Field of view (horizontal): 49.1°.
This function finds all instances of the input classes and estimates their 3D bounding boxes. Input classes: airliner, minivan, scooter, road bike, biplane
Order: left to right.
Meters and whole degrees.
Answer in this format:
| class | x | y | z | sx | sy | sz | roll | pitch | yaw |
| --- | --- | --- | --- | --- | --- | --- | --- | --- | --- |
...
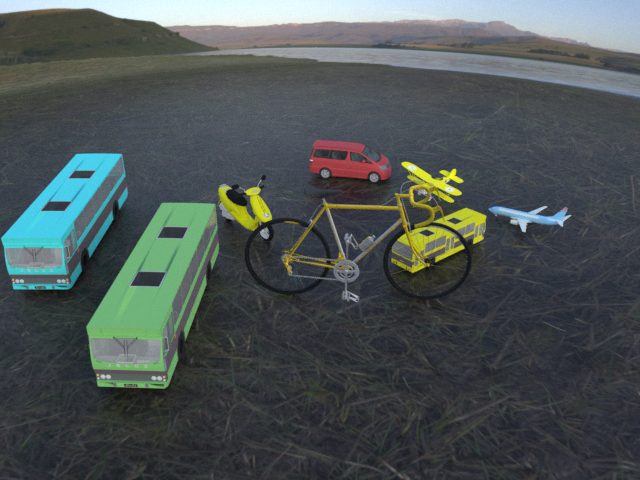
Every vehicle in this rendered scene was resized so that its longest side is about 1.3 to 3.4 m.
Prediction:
| class | x | y | z | sx | sy | sz | roll | pitch | yaw |
| --- | --- | --- | --- | --- | --- | --- | --- | --- | --- |
| scooter | -1.205 | -0.578 | 11.171 | 0.662 | 0.919 | 1.399 | -23 | 35 | -37 |
| minivan | 0.586 | -1.519 | 13.347 | 1.548 | 0.616 | 0.681 | 6 | 28 | 11 |
| road bike | 0.490 | 0.037 | 9.157 | 3.004 | 1.656 | 0.697 | 2 | 27 | 4 |
| biplane | 2.072 | -1.007 | 12.466 | 1.090 | 0.504 | 1.336 | -21 | 34 | -35 |
| airliner | 3.405 | -0.471 | 11.500 | 1.307 | 0.429 | 1.161 | 16 | 31 | 29 |

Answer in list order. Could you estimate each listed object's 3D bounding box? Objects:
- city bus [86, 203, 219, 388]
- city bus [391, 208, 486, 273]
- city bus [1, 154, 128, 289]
| class | x | y | z | sx | sy | sz | roll | pitch | yaw |
| --- | --- | --- | --- | --- | --- | --- | --- | --- | --- |
| city bus | -1.981 | 0.582 | 8.927 | 0.926 | 0.894 | 3.255 | 1 | 27 | 2 |
| city bus | 1.808 | 0.006 | 10.532 | 1.674 | 0.460 | 0.476 | -21 | 34 | -36 |
| city bus | -3.781 | -0.359 | 10.770 | 0.926 | 0.894 | 3.255 | 0 | 27 | 0 |
